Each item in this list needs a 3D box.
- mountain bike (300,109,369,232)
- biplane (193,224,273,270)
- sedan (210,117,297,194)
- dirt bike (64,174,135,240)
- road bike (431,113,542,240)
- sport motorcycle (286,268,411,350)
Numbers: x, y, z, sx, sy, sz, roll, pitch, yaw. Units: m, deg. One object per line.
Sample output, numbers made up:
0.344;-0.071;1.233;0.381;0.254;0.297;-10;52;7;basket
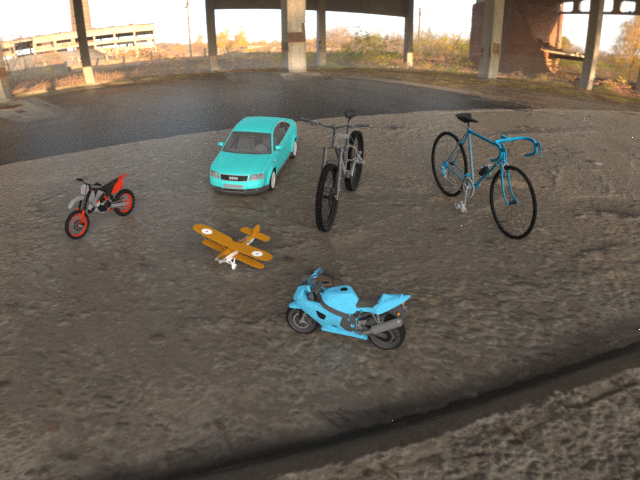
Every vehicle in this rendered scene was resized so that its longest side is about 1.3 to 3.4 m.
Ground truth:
0.364;-1.316;11.720;1.114;1.688;2.857;7;27;14;mountain bike
-1.176;0.094;10.204;1.336;0.504;1.090;14;30;27;biplane
-1.234;-1.778;13.498;1.235;0.940;3.137;5;27;9;sedan
-3.520;-0.601;11.211;0.527;0.857;1.493;14;30;26;dirt bike
2.622;-1.177;11.474;0.696;1.656;3.004;-10;28;-20;road bike
0.310;0.852;8.313;1.520;0.821;0.506;8;27;16;sport motorcycle
